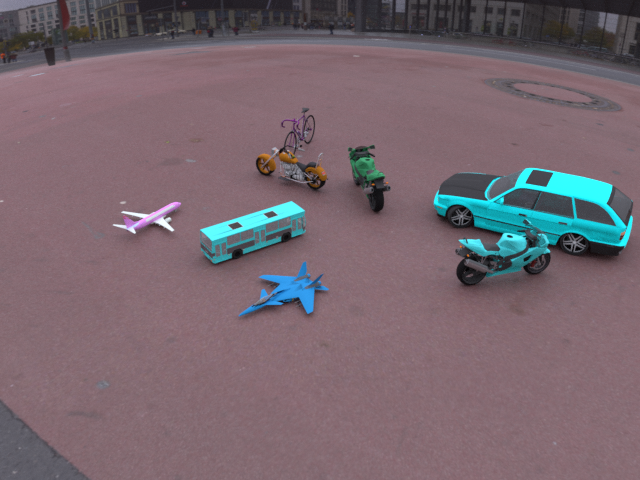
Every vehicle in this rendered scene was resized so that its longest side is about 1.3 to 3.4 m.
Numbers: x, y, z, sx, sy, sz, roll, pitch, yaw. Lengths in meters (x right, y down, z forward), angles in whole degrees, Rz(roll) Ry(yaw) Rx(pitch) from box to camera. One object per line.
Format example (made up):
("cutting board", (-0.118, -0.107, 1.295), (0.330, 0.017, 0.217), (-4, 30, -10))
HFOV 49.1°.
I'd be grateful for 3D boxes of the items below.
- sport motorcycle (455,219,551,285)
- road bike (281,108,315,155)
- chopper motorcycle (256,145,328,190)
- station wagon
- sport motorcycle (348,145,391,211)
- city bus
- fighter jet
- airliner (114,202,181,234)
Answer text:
("sport motorcycle", (2.661, 0.214, 10.072), (1.520, 0.821, 0.506), (-8, 32, -13))
("road bike", (-0.403, -2.167, 14.012), (0.358, 0.852, 1.545), (12, 33, 19))
("chopper motorcycle", (-0.542, -1.405, 12.830), (1.563, 0.761, 0.466), (20, 36, 30))
("station wagon", (3.423, -0.619, 11.365), (3.105, 0.920, 1.327), (15, 34, 23))
("sport motorcycle", (0.834, -1.118, 12.293), (0.506, 0.821, 1.520), (-8, 32, -13))
("city bus", (-1.029, -0.114, 10.971), (1.674, 0.460, 0.476), (-19, 36, -29))
("fighter jet", (-0.575, 0.727, 9.738), (1.358, 0.286, 1.147), (-23, 38, -33))
("airliner", (-2.763, -0.456, 11.570), (1.161, 0.429, 1.307), (18, 36, 28))
